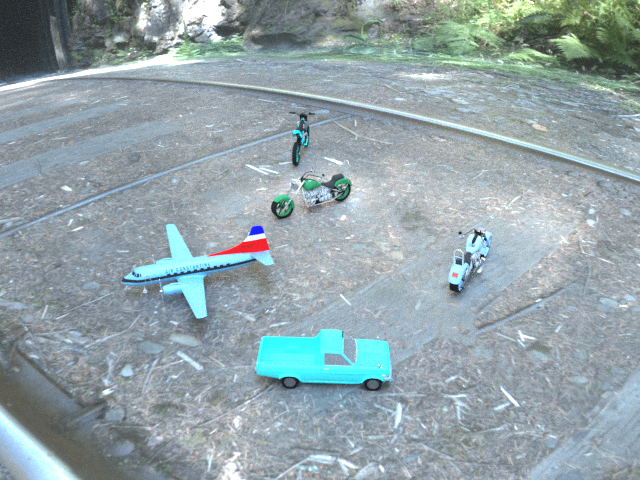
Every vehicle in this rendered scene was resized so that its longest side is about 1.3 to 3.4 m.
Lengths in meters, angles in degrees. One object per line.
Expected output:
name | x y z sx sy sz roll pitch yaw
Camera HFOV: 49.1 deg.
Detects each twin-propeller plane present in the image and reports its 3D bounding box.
twin-propeller plane | -1.740 0.285 9.897 2.129 0.792 2.663 -10 30 -17

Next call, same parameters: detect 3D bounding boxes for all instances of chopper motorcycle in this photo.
chopper motorcycle | -0.130 -0.872 12.009 1.563 0.761 0.466 -16 33 -27
chopper motorcycle | 2.212 0.166 10.141 0.466 0.761 1.563 15 32 25

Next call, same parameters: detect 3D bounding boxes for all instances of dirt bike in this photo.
dirt bike | -0.387 -2.118 14.150 0.527 0.857 1.493 5 29 9

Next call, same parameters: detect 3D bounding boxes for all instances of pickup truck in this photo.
pickup truck | 0.050 1.369 8.236 1.603 0.511 0.640 1 29 2
